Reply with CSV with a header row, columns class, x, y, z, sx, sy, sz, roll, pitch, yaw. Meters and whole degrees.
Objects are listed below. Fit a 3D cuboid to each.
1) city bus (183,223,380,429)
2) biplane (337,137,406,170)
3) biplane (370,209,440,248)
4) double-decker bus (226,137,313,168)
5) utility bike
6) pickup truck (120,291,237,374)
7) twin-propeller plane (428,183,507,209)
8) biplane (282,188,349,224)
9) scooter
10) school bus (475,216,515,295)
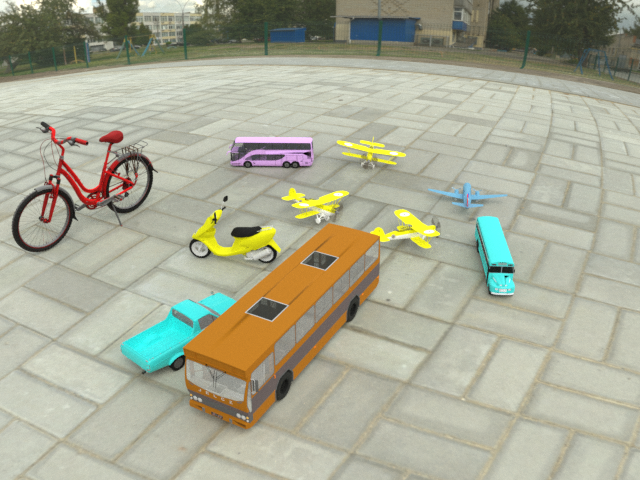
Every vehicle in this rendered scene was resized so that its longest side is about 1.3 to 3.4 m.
class,x,y,z,sx,sy,sz,roll,pitch,yaw
city bus,-0.306,0.910,8.501,0.926,0.894,3.255,15,32,25
biplane,1.008,-1.711,13.673,1.336,0.504,1.090,4,29,7
biplane,1.320,-0.120,10.779,1.090,0.504,1.336,-9,30,-15
double-decker bus,-0.965,-1.712,13.638,1.672,0.541,0.389,1,29,1
utility bike,-3.561,-0.957,10.916,1.039,1.839,2.791,19,34,31
pickup truck,-1.631,1.079,8.592,0.640,0.511,1.603,23,36,36
twin-propeller plane,2.558,-0.815,12.145,1.370,0.407,1.095,5,29,9
biplane,-0.102,-0.595,11.644,1.090,0.504,1.336,22,36,34
scooter,-1.275,-0.099,10.312,1.399,0.919,0.662,4,29,7
school bus,2.551,0.220,10.234,0.365,0.434,1.708,2,29,3
